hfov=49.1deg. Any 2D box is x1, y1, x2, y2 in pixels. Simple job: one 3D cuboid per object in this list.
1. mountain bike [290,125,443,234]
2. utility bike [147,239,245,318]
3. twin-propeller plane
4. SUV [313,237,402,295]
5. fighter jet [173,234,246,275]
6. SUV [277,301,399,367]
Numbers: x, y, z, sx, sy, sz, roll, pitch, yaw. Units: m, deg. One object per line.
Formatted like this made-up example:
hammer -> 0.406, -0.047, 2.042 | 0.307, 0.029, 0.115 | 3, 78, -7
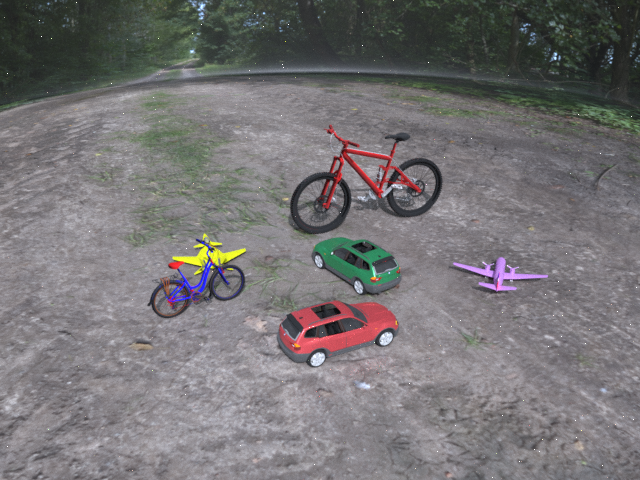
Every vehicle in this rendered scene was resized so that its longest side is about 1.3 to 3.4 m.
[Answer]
mountain bike -> 0.836, -1.034, 11.816 | 2.857, 1.688, 1.114 | -10, 28, -20
utility bike -> -1.707, 0.504, 9.567 | 1.435, 0.946, 0.535 | -16, 30, -28
twin-propeller plane -> 2.635, 0.455, 10.269 | 1.370, 0.407, 1.095 | 8, 28, 15
SUV -> 0.531, 0.282, 10.421 | 0.656, 0.580, 1.572 | -18, 32, -32
fighter jet -> -1.766, 0.110, 11.095 | 1.147, 0.286, 1.358 | -7, 27, -13
SUV -> 0.242, 1.081, 8.820 | 1.572, 0.580, 0.656 | -13, 29, -24
